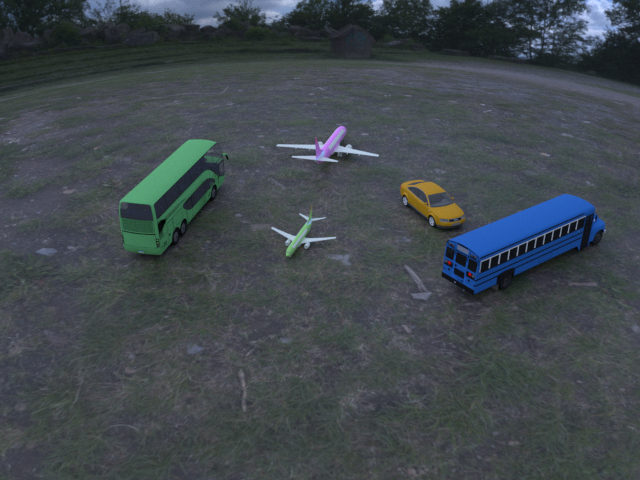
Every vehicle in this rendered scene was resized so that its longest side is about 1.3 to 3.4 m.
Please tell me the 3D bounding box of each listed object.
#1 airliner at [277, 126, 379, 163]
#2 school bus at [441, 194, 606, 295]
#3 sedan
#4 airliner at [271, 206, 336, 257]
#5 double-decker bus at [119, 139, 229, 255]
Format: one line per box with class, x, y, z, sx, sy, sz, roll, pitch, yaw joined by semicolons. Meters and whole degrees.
airliner;0.227;-2.216;15.158;2.257;0.835;2.541;8;30;14
school bus;3.371;-0.016;11.134;3.322;0.844;0.709;-19;34;-31
sedan;2.048;-0.714;12.783;0.635;0.483;1.613;-12;31;-21
airliner;-0.331;-0.142;11.796;1.161;0.429;1.307;9;30;16
double-decker bus;-2.523;-0.875;12.486;0.756;1.052;3.251;6;29;11
